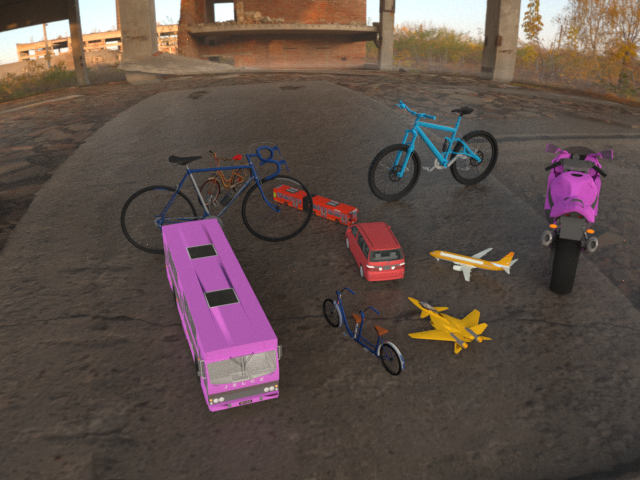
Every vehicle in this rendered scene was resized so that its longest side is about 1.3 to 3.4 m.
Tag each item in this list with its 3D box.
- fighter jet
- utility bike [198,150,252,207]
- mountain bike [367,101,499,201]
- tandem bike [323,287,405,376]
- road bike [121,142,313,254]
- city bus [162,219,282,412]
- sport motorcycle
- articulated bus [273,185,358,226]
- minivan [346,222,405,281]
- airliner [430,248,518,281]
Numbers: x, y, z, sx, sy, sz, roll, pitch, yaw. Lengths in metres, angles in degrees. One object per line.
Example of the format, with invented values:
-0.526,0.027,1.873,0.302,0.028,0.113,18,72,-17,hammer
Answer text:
1.581,0.984,9.213,1.147,0.286,1.358,-15,31,-27,fighter jet
-1.669,-1.174,12.741,0.535,0.946,1.435,19,33,33,utility bike
2.144,-1.661,12.882,2.857,1.688,1.114,-12,29,-23,mountain bike
0.502,1.065,8.616,0.283,0.682,1.642,-17,31,-30,tandem bike
-1.573,-0.619,10.861,3.004,1.656,0.696,-6,27,-12,road bike
-1.348,0.816,8.872,0.926,0.894,3.255,-9,28,-17,city bus
3.754,-0.403,10.499,0.983,1.596,2.955,9,28,17,sport motorcycle
-0.100,-0.627,12.389,1.749,0.289,0.311,20,33,34,articulated bus
0.814,0.068,10.656,0.681,0.616,1.548,-5,27,-10,minivan
2.270,0.239,10.525,1.307,0.429,1.161,14,30,26,airliner
